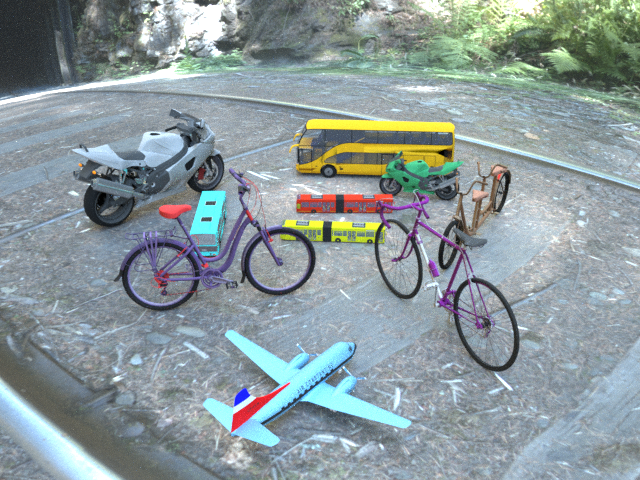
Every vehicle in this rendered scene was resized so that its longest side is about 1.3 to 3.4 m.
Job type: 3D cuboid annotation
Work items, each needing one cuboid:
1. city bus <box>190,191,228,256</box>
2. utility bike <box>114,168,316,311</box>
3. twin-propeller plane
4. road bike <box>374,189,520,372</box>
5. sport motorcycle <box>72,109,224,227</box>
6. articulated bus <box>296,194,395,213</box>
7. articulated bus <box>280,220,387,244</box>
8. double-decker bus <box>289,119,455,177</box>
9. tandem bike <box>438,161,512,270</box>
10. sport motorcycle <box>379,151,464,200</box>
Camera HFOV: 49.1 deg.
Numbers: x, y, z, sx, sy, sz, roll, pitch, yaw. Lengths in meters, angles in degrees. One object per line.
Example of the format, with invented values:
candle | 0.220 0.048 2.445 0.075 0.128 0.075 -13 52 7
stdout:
city bus | -1.835 -0.276 11.651 0.476 0.460 1.674 -1 27 -2
utility bike | -1.442 0.005 9.612 2.791 1.839 1.039 -6 28 -12
twin-propeller plane | -0.233 1.539 7.790 2.663 0.792 2.129 20 34 34
road bike | 1.532 0.423 9.004 0.697 1.656 3.004 -14 31 -25
sport motorcycle | -2.905 -1.291 12.374 0.983 1.596 2.955 24 36 39
articulated bus | 0.453 -0.654 12.567 1.749 0.289 0.311 0 27 0
articulated bus | 0.223 -0.141 11.576 1.749 0.289 0.311 2 27 4
double-decker bus | 1.039 -1.823 13.991 3.251 1.052 0.756 2 27 4
tandem bike | 2.604 -0.634 11.402 0.550 1.326 3.192 16 31 28
sport motorcycle | 1.862 -1.162 12.968 1.520 0.821 0.506 5 28 9
